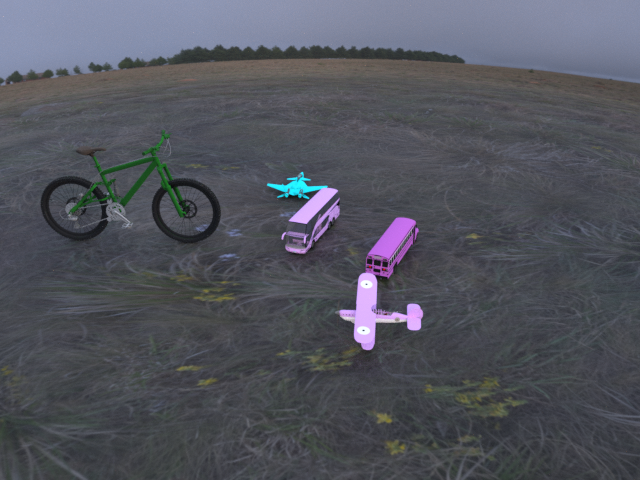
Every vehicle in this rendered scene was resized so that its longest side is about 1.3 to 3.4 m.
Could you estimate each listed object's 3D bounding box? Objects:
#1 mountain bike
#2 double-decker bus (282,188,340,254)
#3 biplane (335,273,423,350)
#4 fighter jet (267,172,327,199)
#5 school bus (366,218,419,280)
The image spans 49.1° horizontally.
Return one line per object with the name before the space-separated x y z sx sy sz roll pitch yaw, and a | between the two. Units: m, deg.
mountain bike | -2.978 -0.742 10.871 2.857 1.688 1.114 1 26 3
double-decker bus | -0.108 -0.314 11.305 0.389 0.541 1.672 9 27 19
biplane | 0.727 0.954 8.704 1.090 0.504 1.336 2 26 5
fighter jet | -0.420 -1.138 13.317 1.147 0.286 1.358 3 26 6
school bus | 1.130 0.075 10.618 0.365 0.434 1.708 10 27 20
